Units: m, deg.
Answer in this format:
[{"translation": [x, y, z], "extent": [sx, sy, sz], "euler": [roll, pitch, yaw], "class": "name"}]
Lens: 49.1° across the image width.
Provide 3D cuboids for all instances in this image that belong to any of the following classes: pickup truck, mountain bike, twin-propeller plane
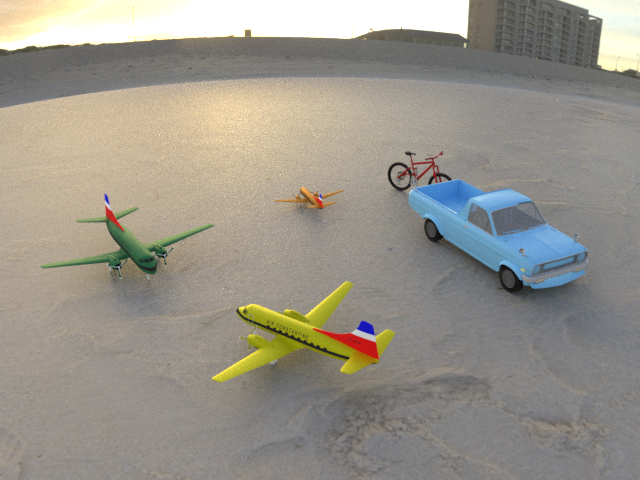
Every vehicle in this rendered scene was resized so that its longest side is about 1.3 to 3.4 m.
[{"translation": [2.656, -0.261, 10.856], "extent": [1.244, 0.993, 3.117], "euler": [-12, 28, -24], "class": "pickup truck"}, {"translation": [1.871, -1.220, 12.993], "extent": [1.469, 0.868, 0.573], "euler": [20, 32, 36], "class": "mountain bike"}, {"translation": [-0.206, 1.041, 8.381], "extent": [2.129, 0.792, 2.663], "euler": [17, 31, 31], "class": "twin-propeller plane"}, {"translation": [-2.928, -0.054, 10.659], "extent": [2.663, 0.792, 2.129], "euler": [-16, 30, -30], "class": "twin-propeller plane"}, {"translation": [-0.156, -0.799, 12.650], "extent": [1.370, 0.407, 1.095], "euler": [-10, 27, -20], "class": "twin-propeller plane"}]
